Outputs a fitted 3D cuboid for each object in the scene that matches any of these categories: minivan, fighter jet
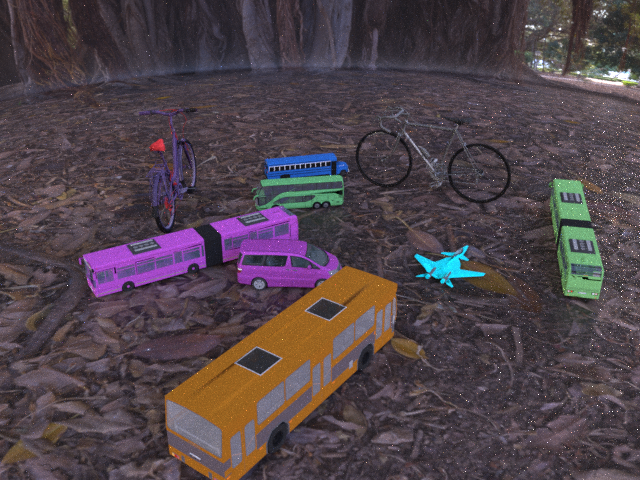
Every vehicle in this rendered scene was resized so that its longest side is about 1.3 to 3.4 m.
[{"bbox_3d":[-0.445,0.349,10.403,1.548,0.616,0.681,1,28,2],"label":"minivan"},{"bbox_3d":[2.057,0.279,10.896,1.147,0.286,1.358,16,32,28],"label":"fighter jet"}]

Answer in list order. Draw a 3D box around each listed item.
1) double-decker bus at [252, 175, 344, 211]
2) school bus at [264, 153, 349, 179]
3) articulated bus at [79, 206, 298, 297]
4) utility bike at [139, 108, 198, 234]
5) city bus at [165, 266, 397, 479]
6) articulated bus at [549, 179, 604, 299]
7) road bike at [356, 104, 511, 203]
[{"bbox_3d":[-0.399,-0.853,12.796,1.672,0.541,0.389,-4,28,-8],"label":"double-decker bus"},{"bbox_3d":[-0.255,-1.469,14.096,1.708,0.434,0.365,-7,28,-13],"label":"school bus"},{"bbox_3d":[-1.926,0.130,10.883,3.401,0.561,0.605,-16,31,-28],"label":"articulated bus"},{"bbox_3d":[-2.682,-1.339,12.323,1.039,1.839,2.791,2,28,3],"label":"utility bike"},{"bbox_3d":[-0.279,1.431,8.022,0.926,0.894,3.255,18,33,31],"label":"city bus"},{"bbox_3d":[4.115,-0.125,11.374,0.605,0.561,3.401,6,28,11],"label":"articulated bus"},{"bbox_3d":[2.066,-1.605,13.033,3.004,1.656,0.696,12,30,21],"label":"road bike"}]
